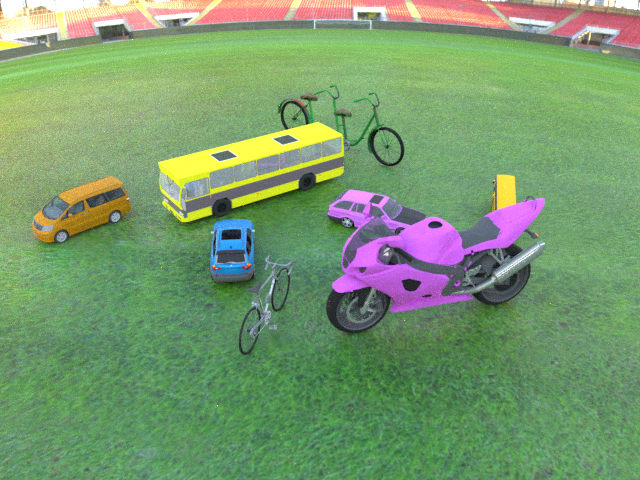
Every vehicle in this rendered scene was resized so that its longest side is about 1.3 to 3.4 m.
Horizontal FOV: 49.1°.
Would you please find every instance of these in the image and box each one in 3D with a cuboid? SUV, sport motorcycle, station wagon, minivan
[{"bbox_3d":[-1.289,0.063,10.367,0.656,0.580,1.572,-2,31,-4],"label":"SUV"},{"bbox_3d":[1.482,0.311,8.944,2.955,1.596,0.983,-10,32,-16],"label":"sport motorcycle"},{"bbox_3d":[0.941,-0.447,11.341,1.597,0.473,0.682,13,33,20],"label":"station wagon"},{"bbox_3d":[-3.862,-0.500,11.290,1.548,0.616,0.681,-26,39,-36],"label":"minivan"}]

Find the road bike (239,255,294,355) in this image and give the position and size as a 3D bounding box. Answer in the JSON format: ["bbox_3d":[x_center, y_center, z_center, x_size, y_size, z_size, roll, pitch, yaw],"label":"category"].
[{"bbox_3d":[-0.688,0.778,8.884,0.358,0.852,1.545,11,32,18],"label":"road bike"}]

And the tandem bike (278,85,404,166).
[{"bbox_3d":[0.346,-2.392,13.809,3.192,1.326,0.550,23,37,33],"label":"tandem bike"}]

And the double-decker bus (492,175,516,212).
[{"bbox_3d":[3.016,-0.557,11.461,0.389,0.541,1.672,6,31,11],"label":"double-decker bus"}]

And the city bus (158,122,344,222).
[{"bbox_3d":[-1.118,-1.195,12.198,3.255,0.894,0.926,-20,36,-30],"label":"city bus"}]
